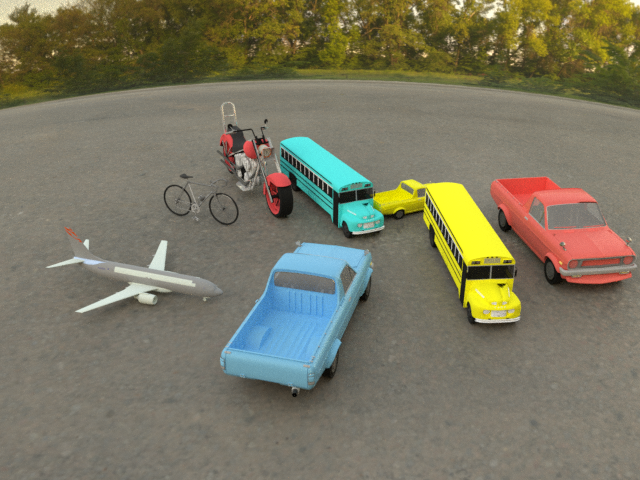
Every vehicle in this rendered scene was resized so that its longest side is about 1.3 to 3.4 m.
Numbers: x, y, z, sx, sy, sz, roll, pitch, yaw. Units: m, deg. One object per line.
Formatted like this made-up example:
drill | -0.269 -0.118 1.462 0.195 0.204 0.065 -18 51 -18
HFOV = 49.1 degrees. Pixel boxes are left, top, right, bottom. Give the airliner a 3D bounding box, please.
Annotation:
airliner | -2.557 0.355 10.024 2.541 0.835 2.257 8 27 16

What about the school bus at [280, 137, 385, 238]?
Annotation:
school bus | 0.161 -1.030 12.856 0.709 0.844 3.322 -11 28 -22

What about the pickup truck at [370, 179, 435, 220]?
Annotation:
pickup truck | 1.621 -0.785 12.735 1.603 0.511 0.640 -13 29 -24

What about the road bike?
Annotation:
road bike | -2.103 -0.735 12.242 1.545 0.852 0.358 11 28 22

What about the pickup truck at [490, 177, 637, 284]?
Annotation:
pickup truck | 3.800 -0.334 11.257 1.244 0.993 3.117 -4 26 -7

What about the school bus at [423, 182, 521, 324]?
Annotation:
school bus | 2.220 0.117 10.503 0.709 0.844 3.322 -2 26 -4

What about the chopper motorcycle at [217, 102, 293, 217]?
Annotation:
chopper motorcycle | -1.253 -1.566 13.230 0.906 1.480 3.040 -12 29 -24

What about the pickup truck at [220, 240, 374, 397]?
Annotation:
pickup truck | -0.171 0.786 8.959 1.244 0.993 3.117 7 27 14
